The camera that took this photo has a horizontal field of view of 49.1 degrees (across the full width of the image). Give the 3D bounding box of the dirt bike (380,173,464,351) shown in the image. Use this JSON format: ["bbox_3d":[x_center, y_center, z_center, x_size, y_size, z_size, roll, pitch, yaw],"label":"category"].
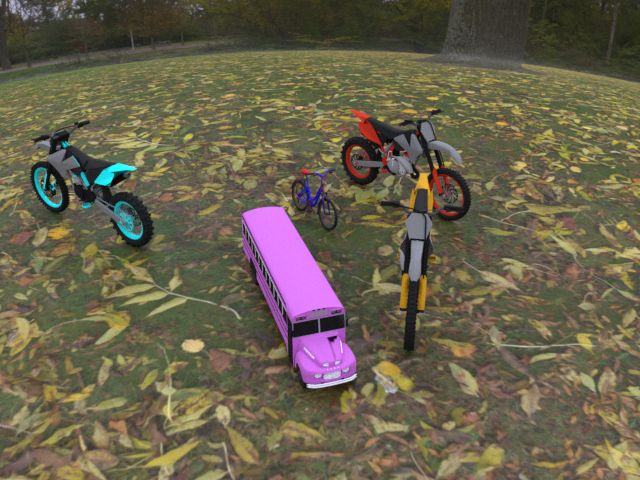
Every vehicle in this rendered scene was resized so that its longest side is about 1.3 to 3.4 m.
[{"bbox_3d":[1.311,0.116,9.314,1.024,1.666,2.903,5,30,8],"label":"dirt bike"}]

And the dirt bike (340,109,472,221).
[{"bbox_3d":[1.433,-1.433,12.046,1.024,1.666,2.903,-25,38,-37],"label":"dirt bike"}]

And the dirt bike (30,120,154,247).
[{"bbox_3d":[-3.761,-0.925,11.150,2.903,1.666,1.024,19,35,30],"label":"dirt bike"}]

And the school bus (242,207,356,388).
[{"bbox_3d":[-0.350,0.644,9.216,0.709,0.844,3.322,-9,31,-15],"label":"school bus"}]

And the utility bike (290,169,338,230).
[{"bbox_3d":[-0.074,-0.795,11.652,0.535,0.946,1.435,-18,34,-29],"label":"utility bike"}]
